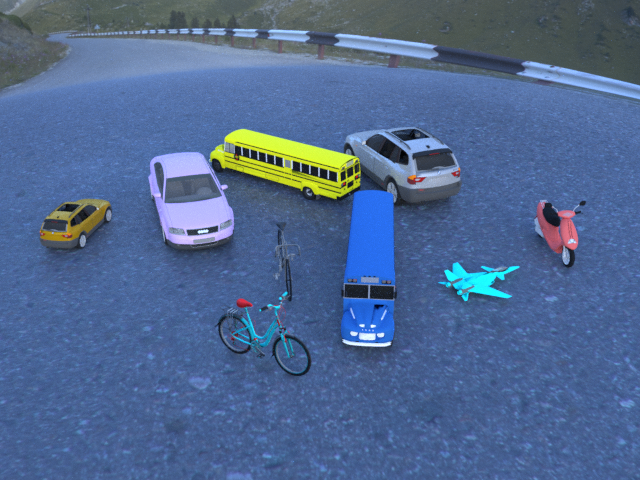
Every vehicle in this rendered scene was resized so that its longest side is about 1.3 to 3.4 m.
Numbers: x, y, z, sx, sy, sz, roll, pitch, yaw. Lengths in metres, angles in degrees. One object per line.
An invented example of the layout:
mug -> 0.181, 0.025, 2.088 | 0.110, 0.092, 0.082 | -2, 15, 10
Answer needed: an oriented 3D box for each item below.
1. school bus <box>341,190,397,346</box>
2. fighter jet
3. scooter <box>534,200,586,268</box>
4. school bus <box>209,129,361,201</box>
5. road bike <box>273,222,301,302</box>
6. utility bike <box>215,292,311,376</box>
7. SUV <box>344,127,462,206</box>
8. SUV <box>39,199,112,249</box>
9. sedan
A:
school bus -> 0.723, 0.316, 10.004 | 0.709, 0.844, 3.322 | 2, 28, 4
fighter jet -> 2.452, 0.491, 10.272 | 1.358, 0.286, 1.147 | -16, 31, -28
scooter -> 3.723, -0.249, 11.009 | 0.662, 0.919, 1.399 | -3, 28, -6
school bus -> -0.781, -1.491, 13.477 | 3.322, 0.844, 0.709 | 18, 33, 31
road bike -> -0.519, 0.234, 10.153 | 0.358, 0.852, 1.545 | -4, 28, -8
utility bike -> -0.685, 1.061, 8.461 | 1.435, 0.946, 0.535 | 16, 31, 28
SUV -> 1.519, -1.621, 13.419 | 1.276, 1.128, 3.058 | -11, 29, -20
SUV -> -4.029, -0.362, 11.593 | 0.656, 0.580, 1.572 | 5, 28, 9
sedan -> -2.278, -0.840, 12.122 | 1.235, 0.940, 3.137 | -8, 29, -16
